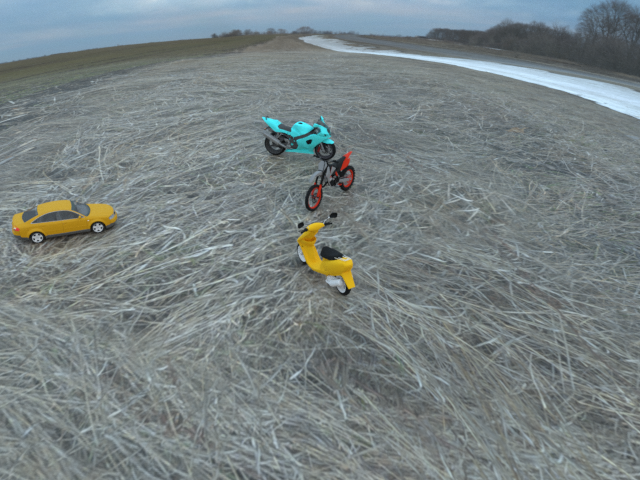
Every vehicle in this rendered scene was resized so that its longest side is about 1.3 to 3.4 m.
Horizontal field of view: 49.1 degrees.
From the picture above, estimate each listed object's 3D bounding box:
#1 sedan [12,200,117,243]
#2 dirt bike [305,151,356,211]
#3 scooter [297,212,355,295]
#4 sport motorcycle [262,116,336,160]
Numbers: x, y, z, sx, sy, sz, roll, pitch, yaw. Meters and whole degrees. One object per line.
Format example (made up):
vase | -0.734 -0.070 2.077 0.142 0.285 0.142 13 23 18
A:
sedan | -4.112 -0.367 11.277 1.613 0.483 0.635 -11 31 -18
dirt bike | 0.198 -1.083 12.180 0.527 0.857 1.493 19 34 30
scooter | 0.055 0.155 9.892 0.662 0.919 1.399 -18 34 -29
sport motorcycle | -0.418 -2.035 13.925 1.520 0.821 0.506 8 30 14
